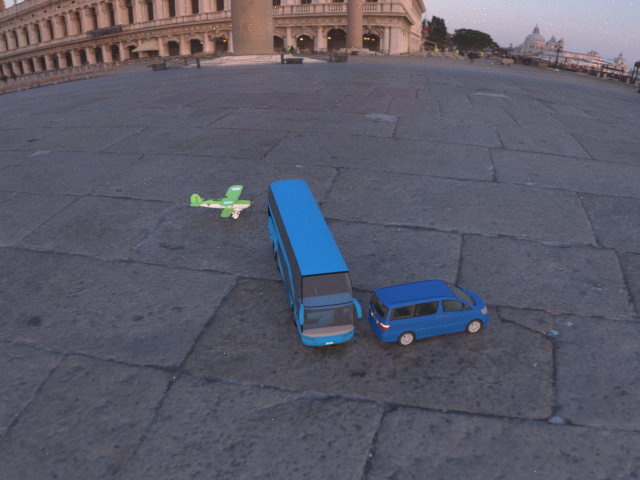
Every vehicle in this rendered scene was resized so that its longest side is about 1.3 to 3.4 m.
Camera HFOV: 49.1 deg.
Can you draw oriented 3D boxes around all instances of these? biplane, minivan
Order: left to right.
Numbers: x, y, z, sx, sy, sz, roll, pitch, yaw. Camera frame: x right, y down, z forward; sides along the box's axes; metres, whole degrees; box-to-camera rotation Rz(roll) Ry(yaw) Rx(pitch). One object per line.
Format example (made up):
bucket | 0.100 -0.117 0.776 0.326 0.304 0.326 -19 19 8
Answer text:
biplane | -1.664 -0.638 11.994 1.090 0.504 1.336 1 28 2
minivan | 1.415 0.875 8.982 1.548 0.616 0.681 -8 29 -15

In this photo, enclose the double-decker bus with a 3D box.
double-decker bus | -0.192 0.234 9.737 0.756 1.052 3.251 -5 28 -10
